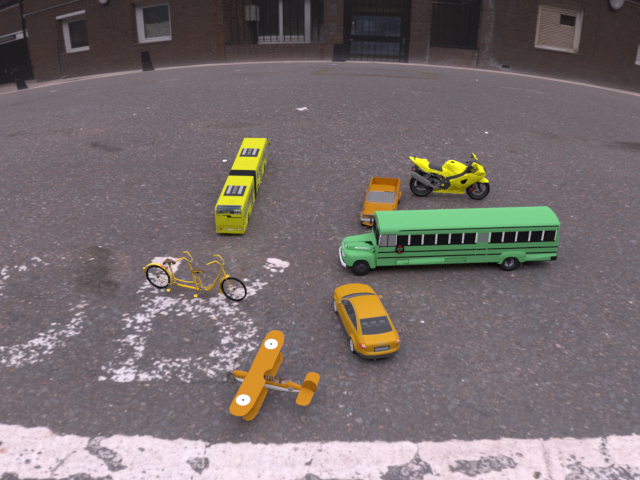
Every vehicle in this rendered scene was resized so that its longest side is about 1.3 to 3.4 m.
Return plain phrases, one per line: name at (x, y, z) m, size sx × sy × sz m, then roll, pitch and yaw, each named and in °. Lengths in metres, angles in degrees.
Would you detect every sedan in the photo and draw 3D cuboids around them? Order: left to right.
sedan at (0.597, 0.991, 9.381) m, size 0.635 × 0.483 × 1.613 m, roll -6°, pitch 29°, yaw -11°

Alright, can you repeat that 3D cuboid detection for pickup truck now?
pickup truck at (1.111, -0.745, 12.545) m, size 0.640 × 0.511 × 1.603 m, roll 5°, pitch 29°, yaw 9°

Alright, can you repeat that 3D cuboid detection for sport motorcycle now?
sport motorcycle at (2.400, -1.164, 12.989) m, size 1.520 × 0.821 × 0.506 m, roll 4°, pitch 29°, yaw 8°

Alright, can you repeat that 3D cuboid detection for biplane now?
biplane at (-0.559, 1.662, 8.126) m, size 1.090 × 0.504 × 1.336 m, roll 9°, pitch 30°, yaw 15°

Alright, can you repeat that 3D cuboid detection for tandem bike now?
tandem bike at (-1.822, 0.496, 10.083) m, size 1.642 × 0.682 × 0.283 m, roll 8°, pitch 30°, yaw 15°

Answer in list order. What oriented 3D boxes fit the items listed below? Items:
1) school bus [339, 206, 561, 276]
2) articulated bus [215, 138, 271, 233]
school bus at (1.967, -0.013, 10.849) m, size 3.322 × 0.844 × 0.709 m, roll -2°, pitch 29°, yaw -3°
articulated bus at (-1.419, -1.102, 13.148) m, size 0.605 × 0.561 × 3.401 m, roll 1°, pitch 29°, yaw 3°
